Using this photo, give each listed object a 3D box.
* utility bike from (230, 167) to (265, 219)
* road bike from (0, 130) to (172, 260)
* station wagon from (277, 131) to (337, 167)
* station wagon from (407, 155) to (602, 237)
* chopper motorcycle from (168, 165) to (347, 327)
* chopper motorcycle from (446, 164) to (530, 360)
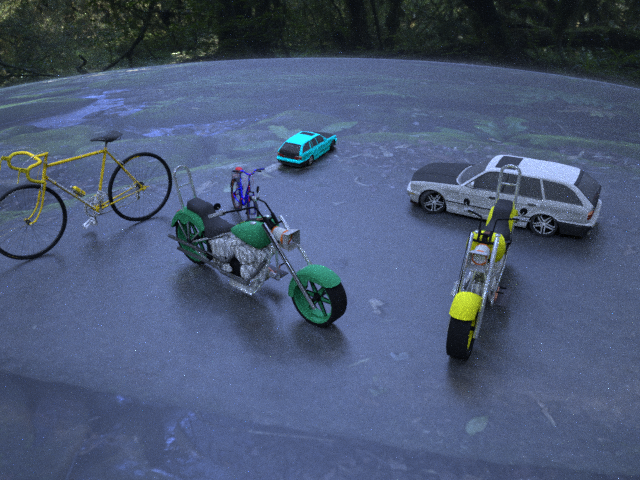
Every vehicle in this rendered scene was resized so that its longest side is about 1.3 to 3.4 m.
[{"bbox_3d":[-1.194,-0.794,11.379,0.535,0.946,1.435,-12,30,-21],"label":"utility bike"},{"bbox_3d":[-3.545,-0.770,10.575,3.004,1.656,0.697,-24,36,-37],"label":"road bike"},{"bbox_3d":[-0.231,-1.916,14.004,0.682,0.473,1.597,14,31,25],"label":"station wagon"},{"bbox_3d":[3.000,-0.872,11.554,3.105,0.920,1.327,13,31,24],"label":"station wagon"},{"bbox_3d":[-0.904,0.039,9.235,3.040,1.480,0.906,21,35,35],"label":"chopper motorcycle"},{"bbox_3d":[2.125,0.192,8.946,0.906,1.480,3.040,11,30,20],"label":"chopper motorcycle"}]
